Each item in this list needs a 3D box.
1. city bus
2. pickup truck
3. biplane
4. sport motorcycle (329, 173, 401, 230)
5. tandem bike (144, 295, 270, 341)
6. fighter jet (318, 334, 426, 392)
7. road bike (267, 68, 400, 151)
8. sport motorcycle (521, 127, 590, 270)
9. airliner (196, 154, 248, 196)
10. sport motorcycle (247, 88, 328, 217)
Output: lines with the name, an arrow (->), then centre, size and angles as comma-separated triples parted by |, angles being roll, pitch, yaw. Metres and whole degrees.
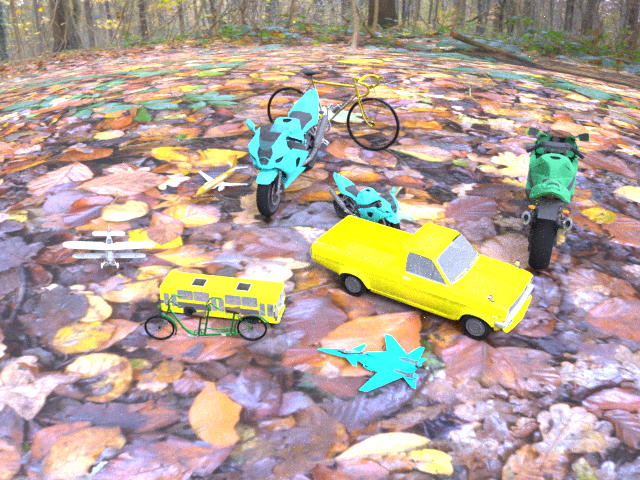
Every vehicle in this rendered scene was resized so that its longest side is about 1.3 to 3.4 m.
city bus -> -1.340, 0.808, 9.677 | 1.674, 0.460, 0.476 | 5, 30, 9
pickup truck -> 1.411, 0.344, 9.950 | 3.117, 0.993, 1.244 | 18, 34, 28
biplane -> -3.237, 0.113, 10.843 | 1.336, 0.504, 1.090 | -8, 31, -14
sport motorcycle -> 0.767, -0.567, 11.709 | 0.506, 0.821, 1.520 | -25, 38, -36
tandem bike -> -1.473, 1.031, 9.066 | 1.642, 0.682, 0.283 | 0, 30, 0
fighter jet -> 0.606, 1.439, 8.752 | 1.358, 0.286, 1.147 | 10, 31, 17
road bike -> 0.240, -2.784, 14.733 | 3.004, 1.656, 0.696 | 11, 32, 19
sport motorcycle -> 3.687, -0.756, 11.261 | 0.983, 1.596, 2.955 | 9, 31, 16
airliner -> -1.927, -1.211, 13.225 | 1.161, 0.429, 1.307 | 16, 34, 26
sport motorcycle -> -0.566, -1.654, 12.825 | 0.983, 1.596, 2.955 | 9, 31, 15
